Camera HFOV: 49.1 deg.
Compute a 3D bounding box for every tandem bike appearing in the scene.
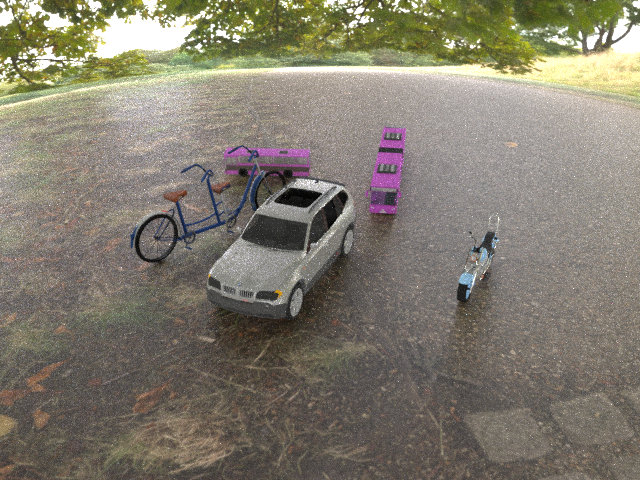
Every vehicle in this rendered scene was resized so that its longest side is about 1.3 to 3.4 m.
[{"bbox_3d":[-1.684,-0.654,11.144,0.550,1.326,3.192,23,35,37],"label":"tandem bike"}]

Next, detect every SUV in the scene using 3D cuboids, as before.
[{"bbox_3d":[-0.461,0.009,10.077,1.276,1.128,3.058,11,29,21],"label":"SUV"}]

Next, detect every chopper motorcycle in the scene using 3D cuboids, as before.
[{"bbox_3d":[2.270,0.253,10.005,0.466,0.761,1.563,13,30,24],"label":"chopper motorcycle"}]

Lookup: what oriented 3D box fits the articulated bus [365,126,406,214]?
[{"bbox_3d":[1.330,-1.420,13.458,0.605,0.561,3.401,4,28,8],"label":"articulated bus"}]

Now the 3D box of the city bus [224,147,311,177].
[{"bbox_3d":[-1.028,-1.516,13.754,1.674,0.460,0.476,2,27,4],"label":"city bus"}]
